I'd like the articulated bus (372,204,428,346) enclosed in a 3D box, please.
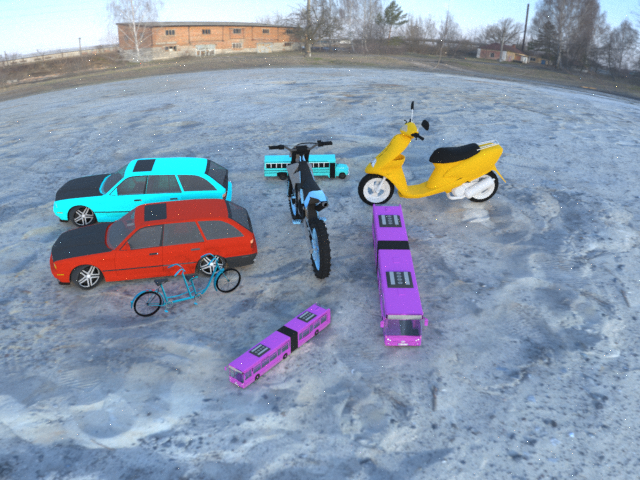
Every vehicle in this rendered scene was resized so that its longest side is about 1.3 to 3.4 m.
[{"bbox_3d":[1.092,0.389,10.389,0.605,0.561,3.401,0,28,1],"label":"articulated bus"}]

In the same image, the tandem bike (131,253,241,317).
[{"bbox_3d":[-1.867,0.615,9.831,1.642,0.682,0.283,-15,32,-27],"label":"tandem bike"}]

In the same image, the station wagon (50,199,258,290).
[{"bbox_3d":[-2.557,-0.024,10.787,3.105,0.920,1.327,-6,28,-11],"label":"station wagon"}]

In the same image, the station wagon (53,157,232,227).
[{"bbox_3d":[-3.145,-0.912,12.467,3.105,0.920,1.327,-2,28,-4],"label":"station wagon"}]

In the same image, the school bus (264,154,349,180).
[{"bbox_3d":[-0.267,-1.472,14.047,1.708,0.434,0.365,-1,28,-2],"label":"school bus"}]

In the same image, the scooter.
[{"bbox_3d":[2.044,-1.466,12.590,2.721,1.786,1.288,-2,28,-4],"label":"scooter"}]

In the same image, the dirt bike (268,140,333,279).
[{"bbox_3d":[-0.234,-0.657,11.186,1.024,1.666,2.903,-6,28,-11],"label":"dirt bike"}]

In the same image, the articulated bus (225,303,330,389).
[{"bbox_3d":[-0.485,1.315,8.928,0.311,0.289,1.749,20,34,33],"label":"articulated bus"}]
